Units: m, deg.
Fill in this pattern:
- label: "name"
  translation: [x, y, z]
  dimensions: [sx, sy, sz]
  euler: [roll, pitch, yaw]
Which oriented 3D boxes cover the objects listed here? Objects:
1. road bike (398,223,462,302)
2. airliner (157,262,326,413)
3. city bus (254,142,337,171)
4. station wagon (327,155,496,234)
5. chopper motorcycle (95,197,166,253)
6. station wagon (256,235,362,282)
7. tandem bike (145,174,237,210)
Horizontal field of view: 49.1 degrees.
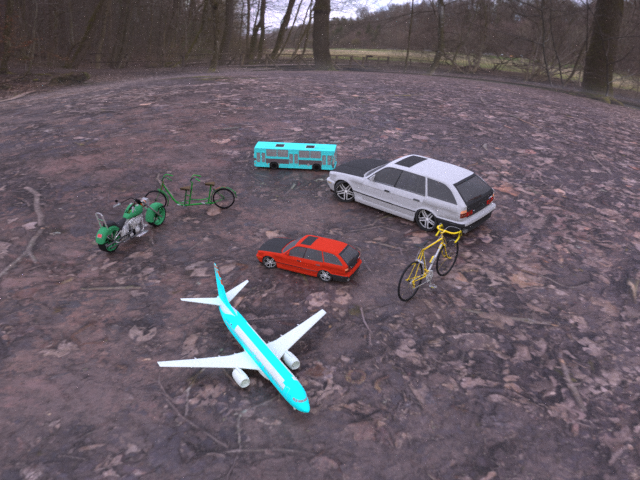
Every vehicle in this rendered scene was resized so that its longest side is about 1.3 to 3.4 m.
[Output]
- label: "road bike"
  translation: [1.577, 0.303, 10.016]
  dimensions: [0.358, 0.852, 1.545]
  euler: [22, 34, 36]
- label: "airliner"
  translation: [-0.768, 1.139, 8.384]
  dimensions: [2.257, 0.835, 2.541]
  euler: [-15, 30, -27]
- label: "city bus"
  translation: [-0.501, -1.717, 14.437]
  dimensions: [1.674, 0.460, 0.476]
  euler: [3, 27, 6]
- label: "station wagon"
  translation: [1.549, -1.006, 12.522]
  dimensions: [3.105, 0.920, 1.327]
  euler: [22, 34, 36]
- label: "chopper motorcycle"
  translation: [-3.068, -0.359, 11.423]
  dimensions: [0.466, 0.761, 1.563]
  euler: [13, 30, 24]
- label: "station wagon"
  translation: [-0.188, 0.207, 10.625]
  dimensions: [1.597, 0.473, 0.682]
  euler: [12, 29, 22]
- label: "tandem bike"
  translation: [-2.313, -0.850, 12.480]
  dimensions: [1.642, 0.682, 0.283]
  euler: [-2, 27, -4]
